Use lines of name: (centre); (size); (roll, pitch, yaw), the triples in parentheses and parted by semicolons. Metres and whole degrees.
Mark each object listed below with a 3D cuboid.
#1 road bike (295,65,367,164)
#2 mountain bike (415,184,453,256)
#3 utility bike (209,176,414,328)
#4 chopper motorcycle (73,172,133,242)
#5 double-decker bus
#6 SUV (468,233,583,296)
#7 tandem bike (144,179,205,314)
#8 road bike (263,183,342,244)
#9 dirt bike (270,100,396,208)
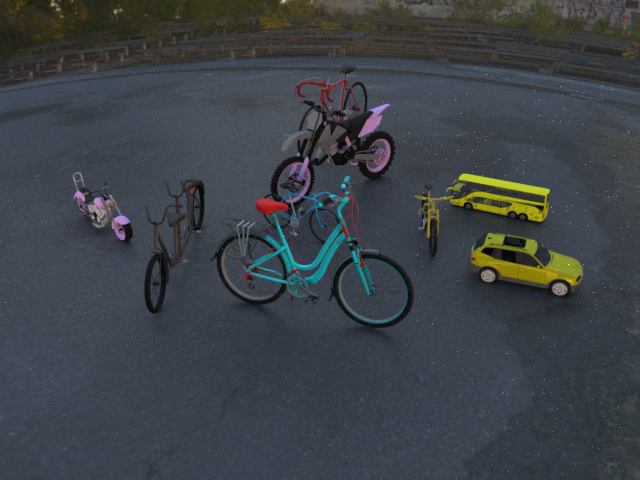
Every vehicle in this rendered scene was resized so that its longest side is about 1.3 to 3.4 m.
road bike: (0.308, -2.643, 14.194); (0.696, 1.656, 3.004); (15, 32, 25)
mountain bike: (1.697, -0.393, 10.838); (0.573, 0.868, 1.469); (0, 28, 0)
utility bike: (-0.129, 0.101, 8.893); (2.791, 1.839, 1.039); (10, 30, 17)
chopper motorcycle: (-3.501, -0.535, 11.215); (1.563, 0.761, 0.466); (25, 37, 38)
double-decker bus: (2.992, -0.725, 11.802); (1.672, 0.541, 0.389); (14, 31, 24)
SUV: (2.893, 0.301, 9.851); (1.572, 0.580, 0.656); (10, 30, 18)
tandem bike: (-2.046, -0.233, 10.057); (0.550, 1.326, 3.192); (2, 28, 4)
road bike: (-0.313, -0.451, 10.963); (1.545, 0.852, 0.358); (18, 33, 30)
dirt bike: (0.305, -1.602, 12.245); (2.903, 1.666, 1.024); (-22, 35, -35)
